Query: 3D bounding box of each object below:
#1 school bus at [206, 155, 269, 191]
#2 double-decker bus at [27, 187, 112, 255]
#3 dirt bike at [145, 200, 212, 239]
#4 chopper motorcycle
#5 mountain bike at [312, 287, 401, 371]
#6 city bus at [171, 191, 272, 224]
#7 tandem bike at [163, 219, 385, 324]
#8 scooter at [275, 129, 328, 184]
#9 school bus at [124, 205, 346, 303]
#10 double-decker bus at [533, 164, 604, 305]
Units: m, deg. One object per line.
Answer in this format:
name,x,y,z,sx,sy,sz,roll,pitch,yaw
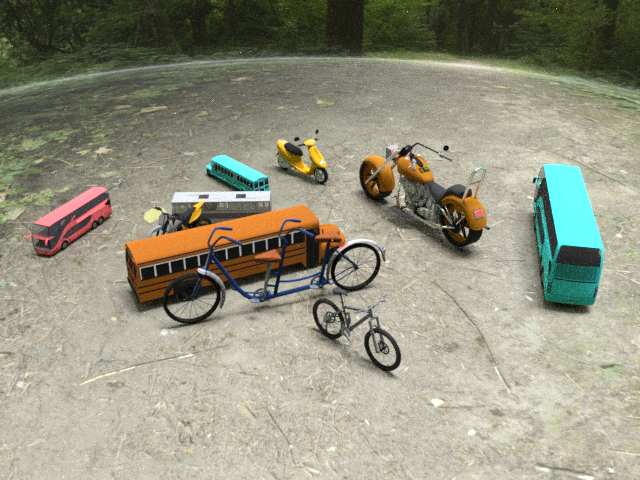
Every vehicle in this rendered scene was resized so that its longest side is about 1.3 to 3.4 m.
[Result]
school bus,-1.605,-1.235,13.297,0.365,0.434,1.708,-22,36,-35
double-decker bus,-4.068,-0.313,11.490,0.389,0.541,1.672,11,30,19
dirt bike,-2.203,-0.131,10.825,0.527,0.857,1.493,18,34,30
chopper motorcycle,1.645,-0.976,11.727,0.906,1.480,3.040,-17,33,-28
mountain bike,0.430,1.035,8.669,0.573,0.868,1.469,-25,37,-38
city bus,-1.665,-0.539,11.990,1.674,0.460,0.476,-1,29,-2
tandem bike,-0.553,0.337,9.475,3.192,1.326,0.550,-10,30,-18
scooter,-0.369,-1.673,13.595,1.399,0.919,0.662,24,37,37
school bus,-1.138,0.146,10.329,3.322,0.844,0.709,-14,31,-23
double-decker bus,3.752,-0.216,10.777,0.756,1.052,3.251,6,29,10
